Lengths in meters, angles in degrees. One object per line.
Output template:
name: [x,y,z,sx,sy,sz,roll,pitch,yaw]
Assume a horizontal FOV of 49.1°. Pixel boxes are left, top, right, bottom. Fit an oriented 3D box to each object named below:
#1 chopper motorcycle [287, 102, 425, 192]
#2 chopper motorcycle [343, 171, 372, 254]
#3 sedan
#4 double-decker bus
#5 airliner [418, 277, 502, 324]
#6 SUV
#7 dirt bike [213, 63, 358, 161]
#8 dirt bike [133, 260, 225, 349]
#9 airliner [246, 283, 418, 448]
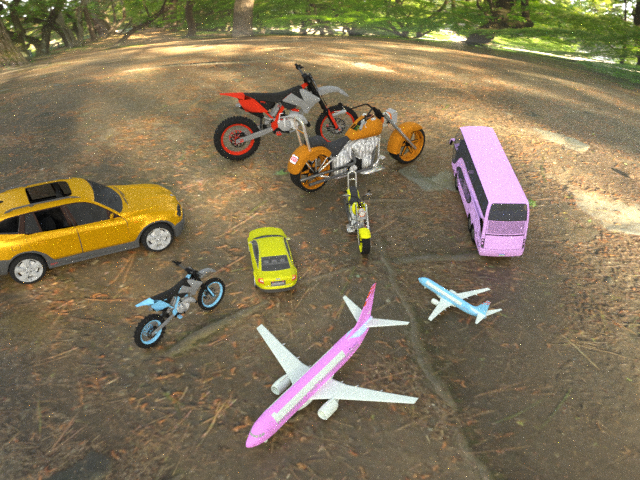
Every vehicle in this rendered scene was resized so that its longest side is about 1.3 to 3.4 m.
chopper motorcycle: [0.736,-1.805,12.604,3.040,1.480,0.906,-21,37,-30]
chopper motorcycle: [0.604,-0.444,11.077,0.466,0.761,1.563,-4,32,-6]
sedan: [-0.719,0.201,10.292,0.635,0.483,1.613,-6,32,-9]
double-decker bus: [2.738,-0.924,11.580,0.756,1.052,3.251,1,32,1]
airliner: [1.804,0.718,9.502,1.161,0.429,1.307,-22,38,-31]
SUV: [-3.605,-0.328,10.537,3.058,1.128,1.276,-15,35,-23]
dirt bike: [-0.620,-2.405,13.402,2.903,1.666,1.024,-8,33,-13]
dirt bike: [-1.801,0.771,9.009,0.527,0.857,1.493,24,39,34]
airliner: [-0.021,1.400,8.005,2.257,0.835,2.541,21,37,30]
